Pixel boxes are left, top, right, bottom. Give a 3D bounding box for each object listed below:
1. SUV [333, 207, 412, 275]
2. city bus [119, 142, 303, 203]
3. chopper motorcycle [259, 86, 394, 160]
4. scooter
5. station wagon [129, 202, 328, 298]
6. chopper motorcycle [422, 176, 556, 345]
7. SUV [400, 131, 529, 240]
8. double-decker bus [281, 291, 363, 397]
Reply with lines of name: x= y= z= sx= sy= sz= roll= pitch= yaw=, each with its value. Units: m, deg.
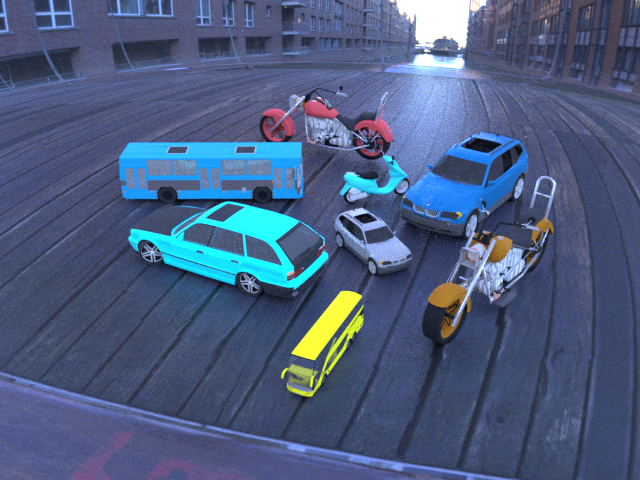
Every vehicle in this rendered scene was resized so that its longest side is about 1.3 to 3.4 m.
SUV: x=0.800 y=-0.018 z=10.908 sx=0.656 sy=0.580 sz=1.572 roll=-15 pitch=32 yaw=-25
city bus: x=-1.936 y=-1.233 z=12.830 sx=3.255 sy=0.894 sz=0.926 roll=0 pitch=28 yaw=0
chopper motorcycle: x=0.086 y=-2.522 z=14.603 sx=3.040 sy=1.480 sz=0.906 roll=13 pitch=31 yaw=23
scooter: x=1.022 y=-1.159 z=12.667 sx=1.399 sy=0.919 sz=0.662 roll=-11 pitch=30 yaw=-20
station wagon: x=-1.455 y=-0.032 z=10.575 sx=3.105 sy=0.920 sz=1.327 roll=14 pitch=32 yaw=25
chopper motorcycle: x=2.371 y=0.218 z=9.522 sx=0.906 sy=1.480 sz=3.040 roll=23 pitch=36 yaw=36
SUV: x=2.599 y=-1.056 z=12.256 sx=1.276 sy=1.128 sz=3.058 roll=20 pitch=34 yaw=32
double-decker bus: x=0.081 y=1.257 z=8.585 sx=0.389 sy=0.541 sz=1.672 roll=12 pitch=31 yaw=22
